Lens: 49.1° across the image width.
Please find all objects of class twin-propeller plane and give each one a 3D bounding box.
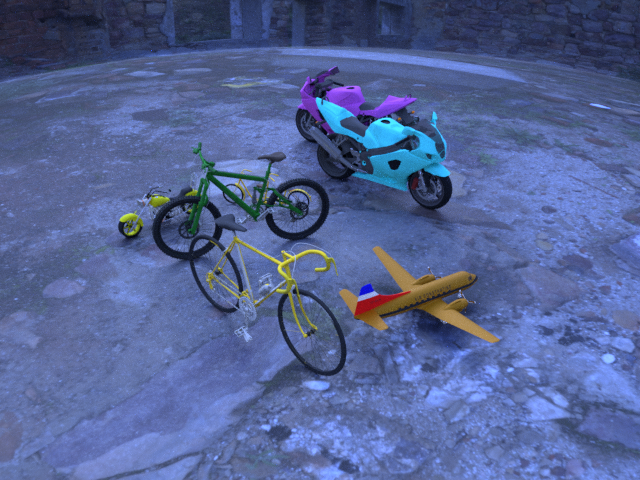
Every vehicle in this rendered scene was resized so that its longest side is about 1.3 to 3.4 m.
[{"bbox_3d":[1.358,0.686,9.561,2.129,0.792,2.663,-17,34,-26],"label":"twin-propeller plane"}]

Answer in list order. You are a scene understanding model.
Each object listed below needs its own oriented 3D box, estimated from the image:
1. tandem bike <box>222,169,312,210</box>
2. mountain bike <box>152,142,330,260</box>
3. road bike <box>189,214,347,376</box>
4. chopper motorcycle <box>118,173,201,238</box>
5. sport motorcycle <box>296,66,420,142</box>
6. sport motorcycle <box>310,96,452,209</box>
[{"bbox_3d":[-0.949,-0.874,12.332,1.642,0.682,0.283,6,31,11],"label":"tandem bike"},{"bbox_3d":[-1.195,-0.598,10.866,2.857,1.688,1.114,-10,32,-17],"label":"mountain bike"},{"bbox_3d":[-0.772,0.580,8.888,3.004,1.656,0.697,26,39,37],"label":"road bike"},{"bbox_3d":[-2.676,-0.588,11.766,1.563,0.761,0.466,-23,38,-34],"label":"chopper motorcycle"},{"bbox_3d":[0.653,-2.490,14.186,2.955,1.596,0.983,22,37,33],"label":"sport motorcycle"},{"bbox_3d":[1.101,-1.595,12.658,2.955,1.596,0.983,22,37,32],"label":"sport motorcycle"}]
